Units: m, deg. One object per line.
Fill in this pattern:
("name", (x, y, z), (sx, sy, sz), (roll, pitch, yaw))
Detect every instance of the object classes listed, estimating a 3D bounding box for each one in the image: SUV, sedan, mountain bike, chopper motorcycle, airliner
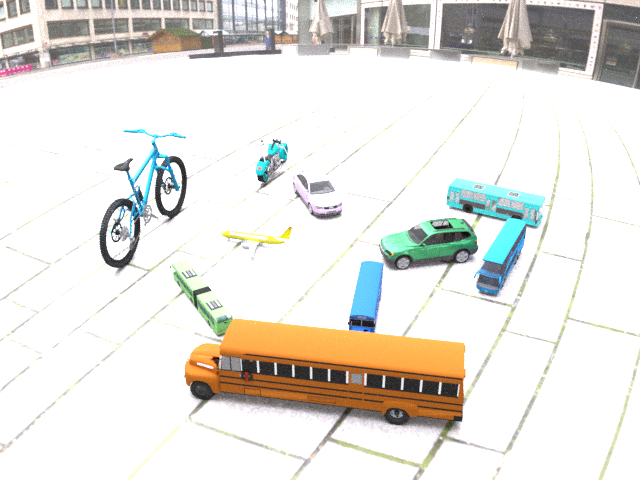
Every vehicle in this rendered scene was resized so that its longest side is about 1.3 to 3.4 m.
("SUV", (1.729, 0.018, 11.113), (1.572, 0.580, 0.656), (-6, 30, -10))
("sedan", (-0.056, -0.948, 12.944), (0.635, 0.483, 1.613), (-10, 31, -16))
("mountain bike", (-2.837, -0.784, 11.414), (1.114, 1.688, 2.857), (8, 30, 13))
("chopper motorcycle", (-0.943, -1.713, 14.032), (0.466, 0.761, 1.563), (8, 30, 14))
("airliner", (-1.044, -0.115, 11.505), (1.307, 0.429, 1.161), (9, 30, 15))

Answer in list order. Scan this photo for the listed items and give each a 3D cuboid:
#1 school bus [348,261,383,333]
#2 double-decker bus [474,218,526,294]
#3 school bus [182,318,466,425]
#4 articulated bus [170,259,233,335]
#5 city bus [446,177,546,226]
("school bus", (0.635, 0.895, 9.689), (0.365, 0.434, 1.708), (5, 29, 8))
("double-decker bus", (2.796, 0.244, 10.748), (0.389, 0.541, 1.672), (14, 32, 24))
("school bus", (0.006, 1.499, 8.184), (3.322, 0.844, 0.709), (5, 30, 9))
("articulated bus", (-1.706, 0.788, 10.031), (0.311, 0.289, 1.749), (-16, 33, -26))
("city bus", (3.118, -0.670, 12.470), (1.674, 0.460, 0.476), (16, 33, 26))
